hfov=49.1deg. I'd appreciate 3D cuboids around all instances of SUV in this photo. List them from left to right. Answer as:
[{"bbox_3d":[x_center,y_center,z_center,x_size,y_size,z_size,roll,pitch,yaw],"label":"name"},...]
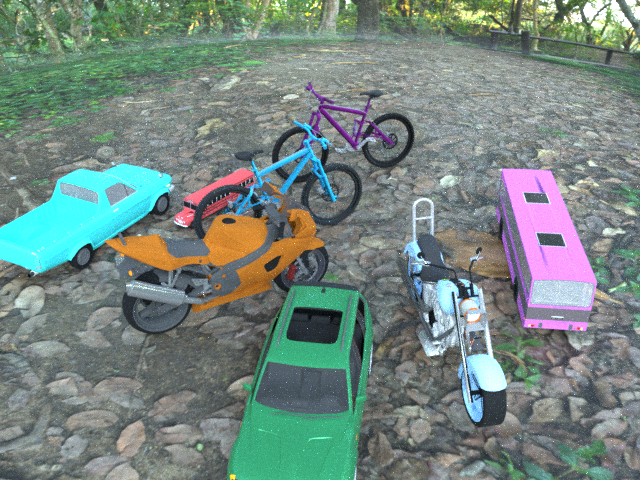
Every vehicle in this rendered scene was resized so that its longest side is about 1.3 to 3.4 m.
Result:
[{"bbox_3d":[-0.113,1.552,7.513,1.276,1.128,3.058,4,31,7],"label":"SUV"}]

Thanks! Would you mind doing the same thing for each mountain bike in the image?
[{"bbox_3d":[-0.602,-0.792,10.873,2.857,1.688,1.114,-14,34,-22],"label":"mountain bike"},{"bbox_3d":[0.469,-1.978,12.848,2.857,1.688,1.114,-11,33,-18],"label":"mountain bike"}]

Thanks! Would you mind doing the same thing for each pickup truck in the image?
[{"bbox_3d":[-3.676,-0.487,11.040,1.244,0.993,3.117,15,34,23],"label":"pickup truck"}]

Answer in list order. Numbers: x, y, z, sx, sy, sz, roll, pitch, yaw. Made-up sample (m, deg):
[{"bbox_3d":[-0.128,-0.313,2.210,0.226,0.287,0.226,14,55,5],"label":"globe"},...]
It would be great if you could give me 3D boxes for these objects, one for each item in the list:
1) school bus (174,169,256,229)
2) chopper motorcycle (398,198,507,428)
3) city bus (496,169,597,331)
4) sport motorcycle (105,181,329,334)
[{"bbox_3d":[-1.790,-0.715,11.962,0.365,0.434,1.708,21,37,31],"label":"school bus"},{"bbox_3d":[1.588,0.770,8.474,0.906,1.480,3.040,-5,31,-8],"label":"chopper motorcycle"},{"bbox_3d":[3.189,0.056,10.231,0.926,0.894,3.255,3,31,5],"label":"city bus"},{"bbox_3d":[-1.216,0.278,9.181,2.955,1.596,0.983,-14,34,-22],"label":"sport motorcycle"}]
